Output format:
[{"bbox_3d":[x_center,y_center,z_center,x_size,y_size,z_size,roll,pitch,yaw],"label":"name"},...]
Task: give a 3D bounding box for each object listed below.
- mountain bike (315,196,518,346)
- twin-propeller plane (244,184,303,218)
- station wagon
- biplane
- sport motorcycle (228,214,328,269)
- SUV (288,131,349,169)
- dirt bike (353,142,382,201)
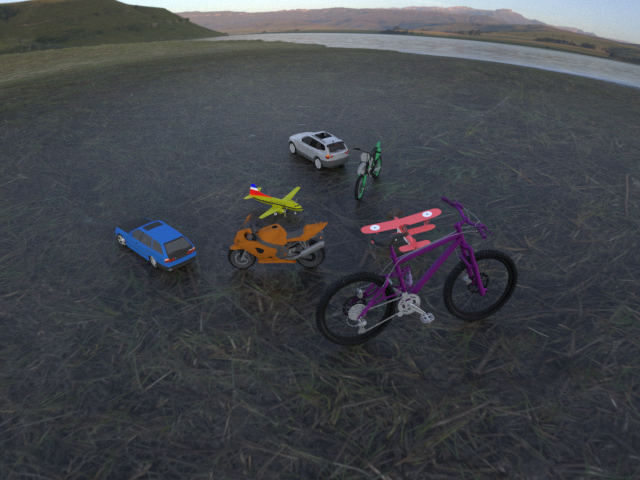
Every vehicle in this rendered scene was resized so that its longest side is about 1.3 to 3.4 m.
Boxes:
[{"bbox_3d":[1.308,0.493,8.991,2.857,1.688,1.114,-9,31,-15],"label":"mountain bike"},{"bbox_3d":[-0.784,-0.720,12.390,1.095,0.407,1.370,14,33,23],"label":"twin-propeller plane"},{"bbox_3d":[-2.649,-0.034,11.129,0.682,0.473,1.597,-26,39,-37],"label":"station wagon"},{"bbox_3d":[1.349,-0.106,11.223,1.336,0.504,1.090,-7,31,-12],"label":"biplane"},{"bbox_3d":[-0.645,0.069,10.601,1.520,0.821,0.506,-1,30,-2],"label":"sport motorcycle"},{"bbox_3d":[-0.039,-1.937,14.337,0.656,0.580,1.572,-19,35,-29],"label":"SUV"},{"bbox_3d":[0.918,-1.345,13.027,0.527,0.857,1.493,11,32,18],"label":"dirt bike"}]
